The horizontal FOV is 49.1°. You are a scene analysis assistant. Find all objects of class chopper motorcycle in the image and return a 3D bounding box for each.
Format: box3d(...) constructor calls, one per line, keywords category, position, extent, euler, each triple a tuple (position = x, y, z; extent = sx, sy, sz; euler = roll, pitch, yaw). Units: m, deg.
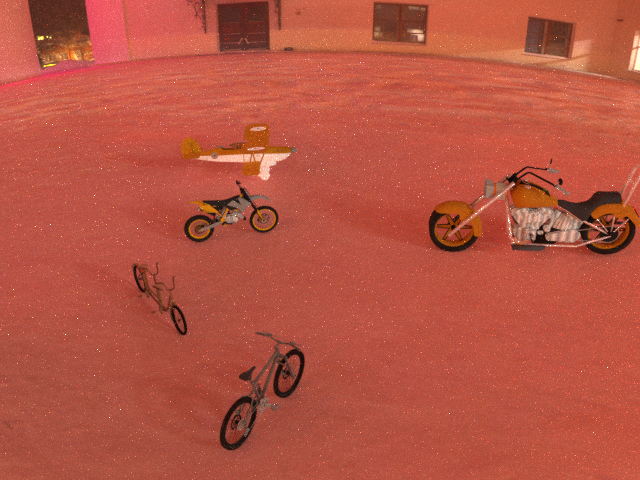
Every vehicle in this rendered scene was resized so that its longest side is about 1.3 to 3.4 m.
box3d(category="chopper motorcycle", position=(3.164, -0.472, 10.320), extent=(3.040, 1.480, 0.906), euler=(2, 29, 4))

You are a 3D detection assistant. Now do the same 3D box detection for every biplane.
box3d(category="biplane", position=(-1.478, -1.614, 12.892), extent=(2.120, 0.981, 2.598), euler=(-2, 29, -3))

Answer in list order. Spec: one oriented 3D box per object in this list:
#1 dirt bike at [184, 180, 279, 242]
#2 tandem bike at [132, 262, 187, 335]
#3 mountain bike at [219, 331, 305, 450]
box3d(category="dirt bike", position=(-1.378, -0.425, 10.876), extent=(1.493, 0.857, 0.527), euler=(-8, 30, -14))
box3d(category="tandem bike", position=(-2.126, 0.641, 9.136), extent=(0.283, 0.682, 1.642), euler=(-19, 34, -31))
box3d(category="mountain bike", position=(-0.577, 1.531, 7.339), extent=(0.573, 0.868, 1.469), euler=(17, 33, 28))
